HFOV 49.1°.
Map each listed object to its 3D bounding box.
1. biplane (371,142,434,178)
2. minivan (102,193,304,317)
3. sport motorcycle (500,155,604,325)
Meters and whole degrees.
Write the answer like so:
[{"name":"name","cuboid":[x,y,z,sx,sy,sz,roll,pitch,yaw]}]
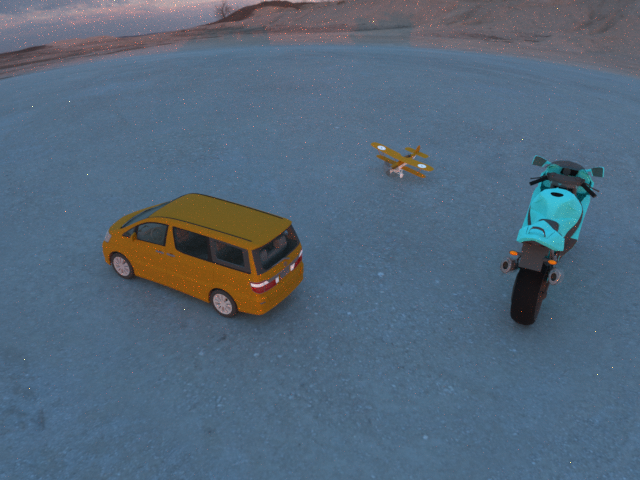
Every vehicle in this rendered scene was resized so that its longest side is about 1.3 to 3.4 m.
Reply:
[{"name":"biplane","cuboid":[1.617,-1.493,13.185,1.336,0.504,1.090,21,36,31]},{"name":"minivan","cuboid":[-1.726,0.054,9.827,3.011,1.197,1.324,17,34,26]},{"name":"sport motorcycle","cuboid":[3.156,-0.074,9.650,0.983,1.596,2.955,14,33,23]}]
